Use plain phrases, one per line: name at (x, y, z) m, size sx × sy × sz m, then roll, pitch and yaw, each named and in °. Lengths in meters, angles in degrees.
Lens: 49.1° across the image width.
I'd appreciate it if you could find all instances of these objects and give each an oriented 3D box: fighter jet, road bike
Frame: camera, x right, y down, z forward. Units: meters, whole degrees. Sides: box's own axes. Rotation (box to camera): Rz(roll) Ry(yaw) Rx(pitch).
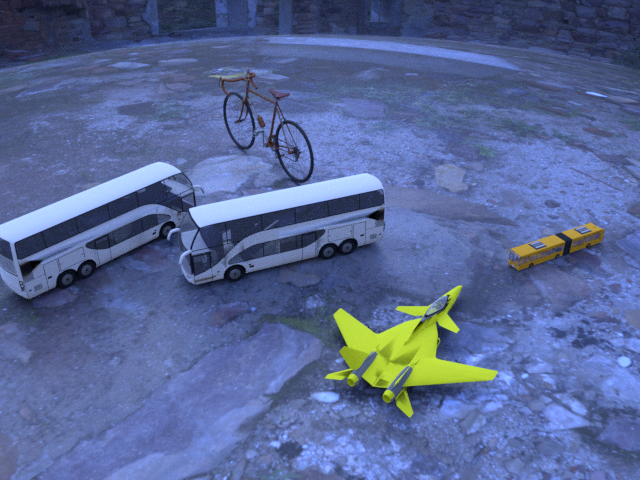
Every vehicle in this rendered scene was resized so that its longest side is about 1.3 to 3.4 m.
fighter jet at (1.260, 1.072, 8.859) m, size 2.229 × 0.557 × 2.640 m, roll 19°, pitch 37°, yaw 28°
road bike at (-1.036, -2.180, 13.094) m, size 0.696 × 1.656 × 3.004 m, roll -22°, pitch 38°, yaw -31°

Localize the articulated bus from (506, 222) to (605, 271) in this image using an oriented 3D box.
articulated bus at (3.624, 0.087, 10.716) m, size 1.749 × 0.289 × 0.311 m, roll -16°, pitch 35°, yaw -24°

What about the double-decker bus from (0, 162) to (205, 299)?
double-decker bus at (-3.216, -0.255, 10.542) m, size 0.756 × 1.052 × 3.251 m, roll 24°, pitch 39°, yaw 34°

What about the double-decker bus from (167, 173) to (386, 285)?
double-decker bus at (-0.576, -0.172, 10.408) m, size 3.251 × 1.052 × 0.756 m, roll -13°, pitch 34°, yaw -20°
